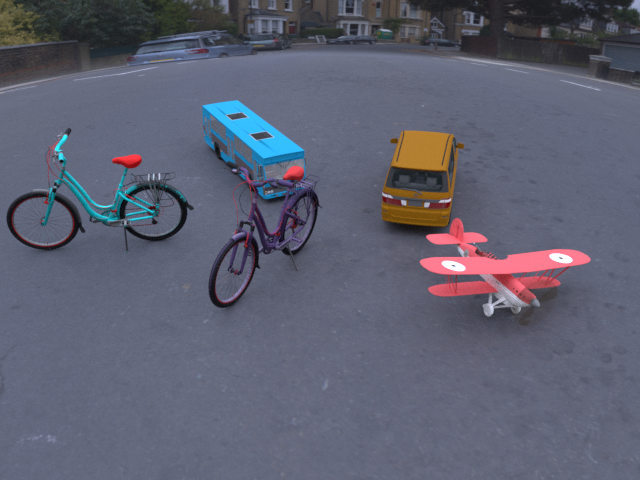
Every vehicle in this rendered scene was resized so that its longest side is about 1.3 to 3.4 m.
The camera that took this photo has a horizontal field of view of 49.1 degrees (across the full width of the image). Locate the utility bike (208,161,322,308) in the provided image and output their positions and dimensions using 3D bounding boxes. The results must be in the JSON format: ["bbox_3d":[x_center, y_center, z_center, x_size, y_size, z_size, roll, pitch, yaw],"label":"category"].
[{"bbox_3d":[-0.618,-0.261,9.808,1.039,1.839,2.791,16,33,26],"label":"utility bike"}]

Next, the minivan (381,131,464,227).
[{"bbox_3d":[1.816,-1.272,12.295,1.324,1.197,3.011,6,30,11],"label":"minivan"}]

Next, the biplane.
[{"bbox_3d":[2.353,0.372,9.551,2.598,0.981,2.120,-11,31,-19],"label":"biplane"}]

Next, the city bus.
[{"bbox_3d":[-1.349,-1.779,13.520,0.926,0.894,3.255,-14,32,-24],"label":"city bus"}]

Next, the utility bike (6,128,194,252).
[{"bbox_3d":[-3.334,-0.658,10.525,2.791,1.839,1.039,-5,29,-9],"label":"utility bike"}]
